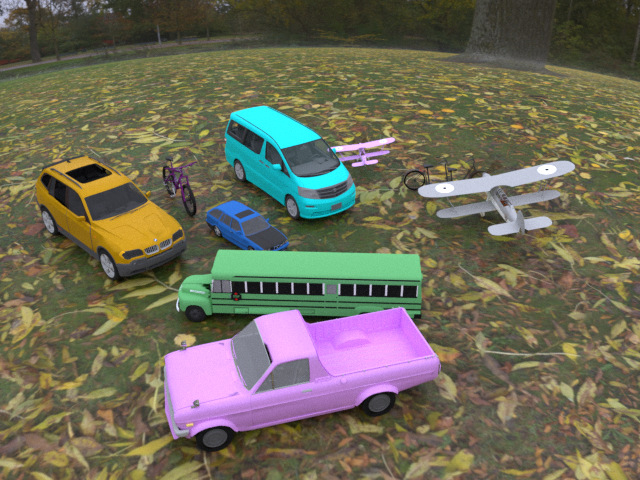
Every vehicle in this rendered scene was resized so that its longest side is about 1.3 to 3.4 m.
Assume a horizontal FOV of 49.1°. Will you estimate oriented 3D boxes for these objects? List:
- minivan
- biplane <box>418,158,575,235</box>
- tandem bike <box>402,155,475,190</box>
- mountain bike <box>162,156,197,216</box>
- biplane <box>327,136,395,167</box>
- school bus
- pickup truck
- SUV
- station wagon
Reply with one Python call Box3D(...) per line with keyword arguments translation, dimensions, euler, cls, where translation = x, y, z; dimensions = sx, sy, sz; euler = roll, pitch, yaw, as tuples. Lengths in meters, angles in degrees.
Box3D(translation=(-0.588, -1.451, 12.724), dimensions=(1.324, 1.197, 3.011), euler=(-20, 36, -30), cls="minivan")
Box3D(translation=(2.957, -0.618, 11.512), dimensions=(2.598, 0.981, 2.120), euler=(-3, 30, -5), cls="biplane")
Box3D(translation=(2.331, -1.219, 12.838), dimensions=(1.642, 0.682, 0.283), euler=(1, 30, 1), cls="tandem bike")
Box3D(translation=(-2.500, -1.014, 12.303), dimensions=(0.573, 0.868, 1.469), euler=(-17, 34, -27), cls="mountain bike")
Box3D(translation=(0.820, -1.681, 13.806), dimensions=(1.336, 0.504, 1.090), euler=(-1, 30, -2), cls="biplane")
Box3D(translation=(-0.296, 0.628, 9.513), dimensions=(3.322, 0.844, 0.709), euler=(1, 30, 2), cls="school bus")
Box3D(translation=(-0.230, 1.414, 8.019), dimensions=(3.117, 0.993, 1.244), euler=(-9, 31, -14), cls="pickup truck")
Box3D(translation=(-3.397, -0.464, 11.101), dimensions=(1.276, 1.128, 3.058), euler=(-26, 39, -37), cls="SUV")
Box3D(translation=(-1.183, -0.205, 11.307), dimensions=(0.682, 0.473, 1.597), euler=(-25, 38, -36), cls="station wagon")
